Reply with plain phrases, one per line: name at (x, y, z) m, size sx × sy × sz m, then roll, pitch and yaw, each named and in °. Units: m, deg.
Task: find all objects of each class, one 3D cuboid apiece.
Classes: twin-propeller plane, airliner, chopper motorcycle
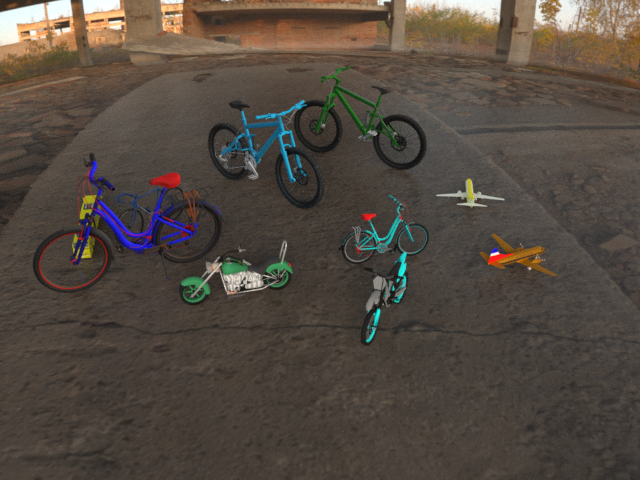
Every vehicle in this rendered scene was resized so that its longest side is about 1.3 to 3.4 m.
twin-propeller plane at (2.913, 0.199, 10.308) m, size 1.095 × 0.407 × 1.370 m, roll -14°, pitch 32°, yaw -23°
airliner at (2.630, -0.894, 12.233) m, size 1.161 × 0.429 × 1.307 m, roll 4°, pitch 30°, yaw 7°
chopper motorcycle at (-1.139, 0.444, 9.510) m, size 1.563 × 0.761 × 0.466 m, roll -8°, pitch 30°, yaw -14°

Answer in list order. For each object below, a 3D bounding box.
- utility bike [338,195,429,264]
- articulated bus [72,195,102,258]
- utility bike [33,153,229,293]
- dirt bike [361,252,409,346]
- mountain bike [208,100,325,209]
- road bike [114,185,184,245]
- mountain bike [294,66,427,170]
utility bike at (0.943, -0.148, 10.377) m, size 1.435 × 0.946 × 0.535 m, roll -8°, pitch 30°, yaw -14°
articulated bus at (-3.712, -0.237, 11.207) m, size 0.311 × 0.289 × 1.749 m, roll -5°, pitch 30°, yaw -9°
utility bike at (-2.534, -0.229, 9.608) m, size 2.791 × 1.839 × 1.039 m, roll -15°, pitch 33°, yaw -25°
dirt bike at (0.858, 0.693, 8.967) m, size 0.527 × 0.857 × 1.493 m, roll 14°, pitch 32°, yaw 23°
mountain bike at (-1.016, -1.593, 12.193) m, size 2.857 × 1.688 × 1.114 m, roll 24°, pitch 37°, yaw 36°
road bike at (-2.688, -0.505, 11.109) m, size 0.358 × 0.852 × 1.545 m, roll 18°, pitch 34°, yaw 28°
mountain bike at (0.734, -2.323, 13.495) m, size 2.857 × 1.688 × 1.114 m, roll 15°, pitch 33°, yaw 25°
